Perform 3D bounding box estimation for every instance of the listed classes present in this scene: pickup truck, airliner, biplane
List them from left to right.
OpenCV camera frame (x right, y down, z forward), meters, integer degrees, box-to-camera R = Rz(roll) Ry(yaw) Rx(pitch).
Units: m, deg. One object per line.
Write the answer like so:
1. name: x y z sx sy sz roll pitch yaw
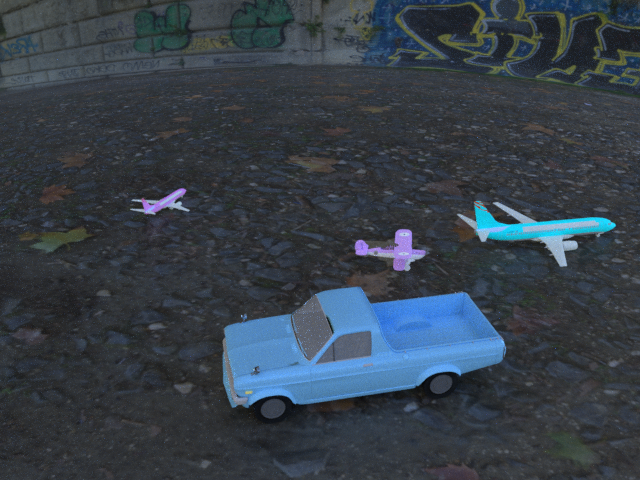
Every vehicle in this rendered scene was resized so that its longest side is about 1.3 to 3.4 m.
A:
1. airliner: -2.698 -0.744 12.150 1.161 0.429 1.307 11 29 20
2. pickup truck: 0.454 1.135 7.881 3.117 0.993 1.244 -6 28 -11
3. biplane: 1.058 0.167 10.296 1.090 0.504 1.336 3 27 6
4. airliner: 3.502 -0.324 10.889 2.541 0.835 2.257 -6 28 -11
